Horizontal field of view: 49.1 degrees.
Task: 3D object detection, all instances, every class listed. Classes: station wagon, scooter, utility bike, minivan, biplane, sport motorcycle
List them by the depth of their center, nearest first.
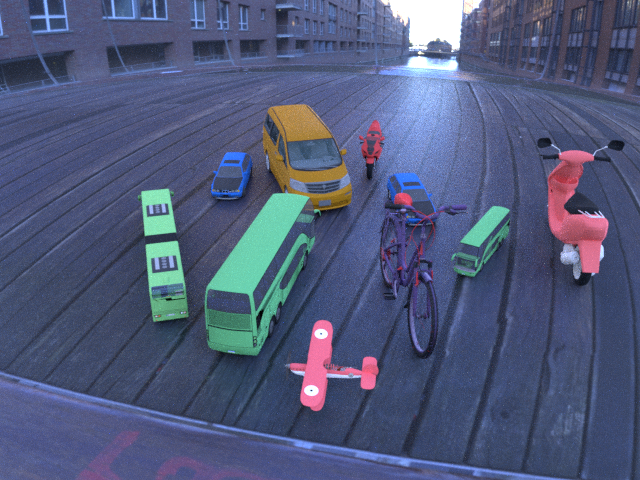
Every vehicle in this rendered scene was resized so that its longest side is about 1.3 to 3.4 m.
[{"bbox_3d":[0.129,1.528,8.117,1.090,0.504,1.336,3,28,6],"label":"biplane"},{"bbox_3d":[1.241,0.182,9.229,1.039,1.839,2.791,-4,28,-7],"label":"utility bike"},{"bbox_3d":[3.921,-0.592,10.741,1.288,1.786,2.721,3,28,5],"label":"scooter"},{"bbox_3d":[1.626,-0.773,12.480,0.682,0.473,1.597,-3,28,-6],"label":"station wagon"},{"bbox_3d":[-0.298,-1.596,13.258,1.324,1.197,3.011,-7,29,-13],"label":"minivan"},{"bbox_3d":[-1.684,-1.272,13.419,0.682,0.473,1.597,1,28,3],"label":"station wagon"},{"bbox_3d":[1.061,-1.838,14.115,0.506,0.821,1.520,4,28,7],"label":"sport motorcycle"}]

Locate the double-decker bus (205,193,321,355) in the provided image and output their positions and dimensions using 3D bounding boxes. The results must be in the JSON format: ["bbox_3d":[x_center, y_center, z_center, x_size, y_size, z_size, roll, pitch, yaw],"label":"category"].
[{"bbox_3d":[-0.724,0.321,9.804,0.756,1.052,3.251,6,29,12],"label":"double-decker bus"}]

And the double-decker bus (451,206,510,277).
[{"bbox_3d":[2.543,0.018,10.919,0.389,0.541,1.672,16,32,27],"label":"double-decker bus"}]

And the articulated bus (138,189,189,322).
[{"bbox_3d":[-2.413,0.110,10.724,0.605,0.561,3.401,-7,29,-13],"label":"articulated bus"}]
